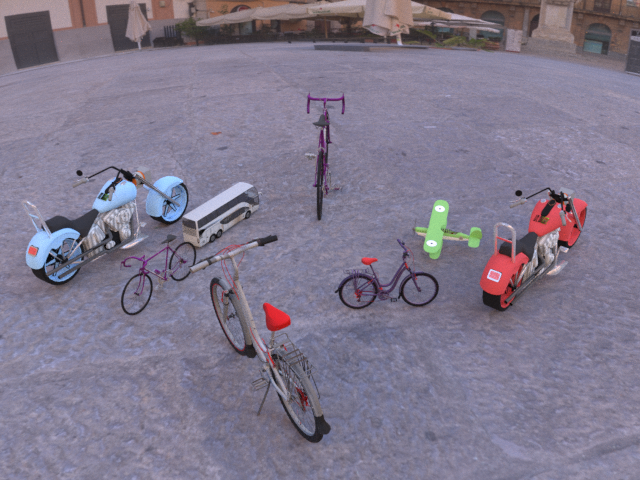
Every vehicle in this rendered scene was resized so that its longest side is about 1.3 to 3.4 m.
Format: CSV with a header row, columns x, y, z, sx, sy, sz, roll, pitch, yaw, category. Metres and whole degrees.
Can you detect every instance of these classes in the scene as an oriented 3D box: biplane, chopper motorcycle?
x,y,z,sx,sy,sz,roll,pitch,yaw,category
1.964,-0.081,10.900,1.090,0.504,1.336,8,32,13,biplane
-3.131,-0.465,10.592,0.906,1.480,3.040,18,35,28,chopper motorcycle
3.172,-0.106,9.987,0.906,1.480,3.040,23,38,33,chopper motorcycle

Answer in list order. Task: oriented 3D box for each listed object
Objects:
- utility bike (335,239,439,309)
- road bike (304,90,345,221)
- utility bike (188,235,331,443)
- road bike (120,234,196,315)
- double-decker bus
x,y,z,sx,sy,sz,roll,pitch,yaw,category
0.911,0.490,9.507,1.435,0.946,0.535,-2,31,-3,utility bike
0.058,-1.584,12.301,0.696,1.656,3.004,2,31,3,road bike
-0.744,1.017,7.748,1.039,1.839,2.791,-17,35,-27,utility bike
-2.227,0.412,9.731,0.358,0.852,1.545,17,35,26,road bike
-1.587,-0.454,11.490,0.389,0.541,1.672,18,35,27,double-decker bus
